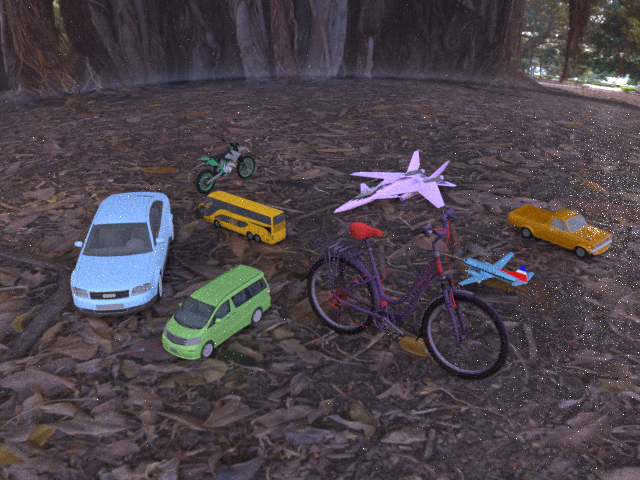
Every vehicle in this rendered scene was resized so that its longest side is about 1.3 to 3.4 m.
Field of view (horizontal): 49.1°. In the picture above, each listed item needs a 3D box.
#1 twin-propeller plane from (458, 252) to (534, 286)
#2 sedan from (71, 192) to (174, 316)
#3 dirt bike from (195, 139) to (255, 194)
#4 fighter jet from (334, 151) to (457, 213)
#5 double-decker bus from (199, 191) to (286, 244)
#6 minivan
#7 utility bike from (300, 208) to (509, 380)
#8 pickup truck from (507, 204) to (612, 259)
[{"bbox_3d":[2.479,0.406,10.021,1.370,0.407,1.095,-23,34,-39],"label":"twin-propeller plane"},{"bbox_3d":[-2.838,0.013,10.224,1.235,0.940,3.137,-3,26,-6],"label":"sedan"},{"bbox_3d":[-1.800,-1.435,13.331,0.527,0.857,1.493,21,33,37],"label":"dirt bike"},{"bbox_3d":[1.230,-1.009,12.792,2.640,0.557,2.229,-21,33,-37],"label":"fighter jet"},{"bbox_3d":[-1.282,-0.388,11.519,1.672,0.541,0.389,19,32,34],"label":"double-decker bus"},{"bbox_3d":[-1.290,0.885,8.782,0.681,0.616,1.548,17,30,31],"label":"minivan"},{"bbox_3d":[0.957,0.479,8.216,2.791,1.839,1.039,17,30,31],"label":"utility bike"},{"bbox_3d":[3.821,-0.220,11.203,0.640,0.511,1.603,-21,33,-37],"label":"pickup truck"}]
